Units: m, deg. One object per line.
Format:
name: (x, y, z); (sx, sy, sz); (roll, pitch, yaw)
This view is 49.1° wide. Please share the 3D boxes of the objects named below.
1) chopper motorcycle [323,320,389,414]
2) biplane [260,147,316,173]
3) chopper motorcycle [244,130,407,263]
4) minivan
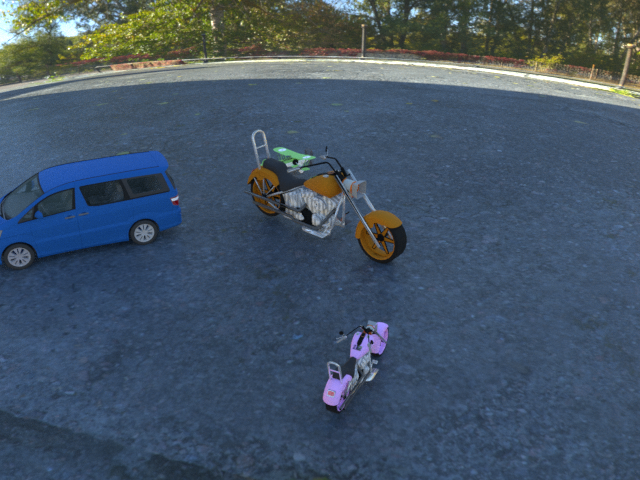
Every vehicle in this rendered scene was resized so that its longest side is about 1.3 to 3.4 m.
chopper motorcycle: (0.446, 1.289, 7.885); (0.466, 0.761, 1.563); (13, 31, 23)
biplane: (-0.636, -1.484, 13.339); (1.090, 0.504, 1.336); (-18, 33, -29)
chopper motorcycle: (0.027, -0.706, 10.853); (3.040, 1.480, 0.906); (21, 35, 34)
minivan: (-3.723, -0.522, 10.809); (3.011, 1.197, 1.324); (-12, 31, -22)
